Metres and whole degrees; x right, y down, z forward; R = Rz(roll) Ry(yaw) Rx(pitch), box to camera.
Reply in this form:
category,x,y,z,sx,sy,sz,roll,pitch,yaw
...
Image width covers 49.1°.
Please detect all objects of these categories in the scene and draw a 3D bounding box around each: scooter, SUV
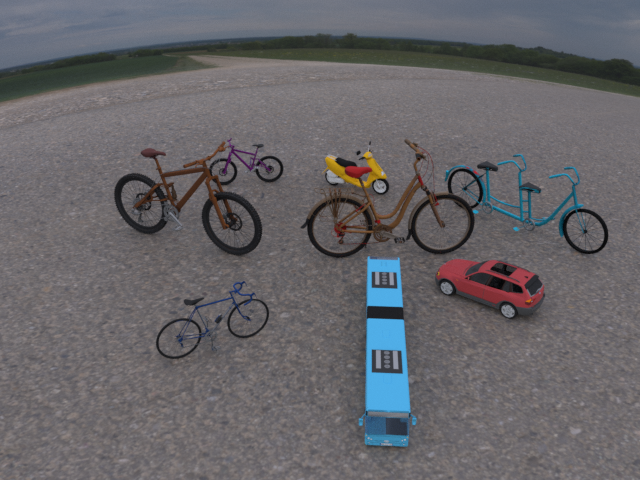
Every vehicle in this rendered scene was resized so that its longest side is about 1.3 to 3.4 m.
category,x,y,z,sx,sy,sz,roll,pitch,yaw
scooter,0.686,-1.398,13.467,1.399,0.919,0.662,13,31,23
SUV,2.444,0.596,10.105,1.572,0.580,0.656,21,34,33

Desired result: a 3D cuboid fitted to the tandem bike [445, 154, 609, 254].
category,x,y,z,sx,sy,sz,roll,pitch,yaw
tandem bike,3.428,-0.787,11.898,0.550,1.326,3.192,-24,36,-37

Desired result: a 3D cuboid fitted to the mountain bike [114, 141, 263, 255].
category,x,y,z,sx,sy,sz,roll,pitch,yaw
mountain bike,-2.215,-0.697,11.346,2.857,1.688,1.114,12,31,22

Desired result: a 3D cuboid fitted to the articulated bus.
category,x,y,z,sx,sy,sz,roll,pitch,yaw
articulated bus,0.821,1.244,8.916,0.605,0.561,3.401,2,28,3

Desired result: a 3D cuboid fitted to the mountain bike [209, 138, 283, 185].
category,x,y,z,sx,sy,sz,roll,pitch,yaw
mountain bike,-1.452,-1.510,13.731,1.469,0.868,0.573,-4,28,-8

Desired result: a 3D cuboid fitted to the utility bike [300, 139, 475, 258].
category,x,y,z,sx,sy,sz,roll,pitch,yaw
utility bike,1.076,-0.626,11.053,2.791,1.839,1.039,-2,28,-3

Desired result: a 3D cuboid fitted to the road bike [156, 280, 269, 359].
category,x,y,z,sx,sy,sz,roll,pitch,yaw
road bike,-1.365,1.033,9.003,1.545,0.852,0.358,-14,31,-25
